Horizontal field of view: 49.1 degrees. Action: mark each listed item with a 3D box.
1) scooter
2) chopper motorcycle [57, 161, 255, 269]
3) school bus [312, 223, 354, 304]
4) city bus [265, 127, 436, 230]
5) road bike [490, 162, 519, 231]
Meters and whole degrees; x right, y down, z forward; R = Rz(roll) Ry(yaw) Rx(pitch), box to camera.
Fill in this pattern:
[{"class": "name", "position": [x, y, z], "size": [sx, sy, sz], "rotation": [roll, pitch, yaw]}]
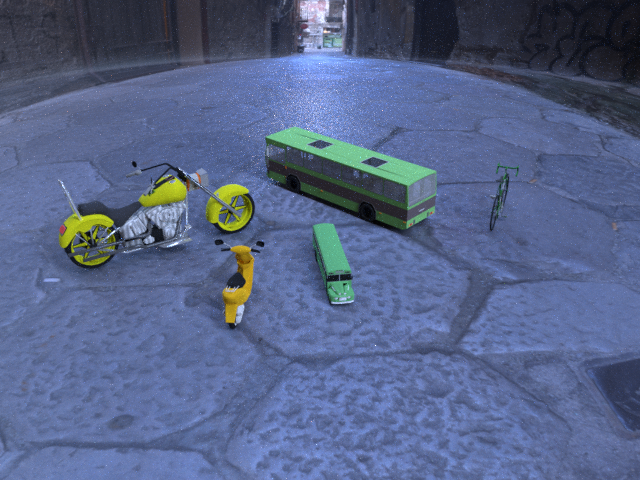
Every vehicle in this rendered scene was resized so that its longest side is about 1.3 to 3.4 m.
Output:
[{"class": "scooter", "position": [-1.065, 0.486, 9.219], "size": [0.662, 0.919, 1.399], "rotation": [2, 28, 4]}, {"class": "chopper motorcycle", "position": [-2.382, -0.509, 10.476], "size": [3.040, 1.480, 0.906], "rotation": [-17, 33, -29]}, {"class": "school bus", "position": [0.177, 0.328, 10.024], "size": [0.365, 0.434, 1.708], "rotation": [-4, 29, -8]}, {"class": "city bus", "position": [0.446, -1.101, 12.190], "size": [3.255, 0.894, 0.926], "rotation": [24, 36, 37]}, {"class": "road bike", "position": [2.994, -0.753, 11.589], "size": [0.358, 0.852, 1.545], "rotation": [11, 30, 20]}]
